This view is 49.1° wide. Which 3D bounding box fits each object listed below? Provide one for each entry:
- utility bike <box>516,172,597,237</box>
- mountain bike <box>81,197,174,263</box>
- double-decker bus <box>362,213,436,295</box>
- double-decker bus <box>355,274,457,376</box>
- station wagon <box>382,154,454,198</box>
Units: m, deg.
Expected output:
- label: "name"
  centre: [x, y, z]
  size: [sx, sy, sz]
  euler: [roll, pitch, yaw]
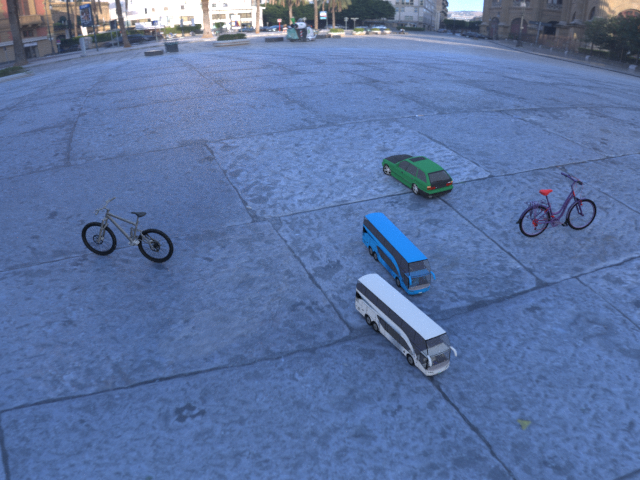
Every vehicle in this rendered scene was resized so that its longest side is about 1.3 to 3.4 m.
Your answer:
- label: "utility bike"
  centre: [3.733, -0.551, 11.028]
  size: [1.435, 0.946, 0.535]
  euler: [-8, 30, -14]
- label: "mountain bike"
  centre: [-2.863, -0.103, 10.312]
  size: [1.469, 0.868, 0.573]
  euler: [7, 30, 12]
- label: "double-decker bus"
  centre: [1.093, 0.190, 10.127]
  size: [0.389, 0.541, 1.672]
  euler: [-11, 31, -18]
- label: "double-decker bus"
  centre: [1.006, 1.031, 8.638]
  size: [0.389, 0.541, 1.672]
  euler: [-16, 33, -25]
- label: "station wagon"
  centre: [1.752, -1.275, 12.790]
  size: [0.682, 0.473, 1.597]
  euler: [-15, 33, -24]
